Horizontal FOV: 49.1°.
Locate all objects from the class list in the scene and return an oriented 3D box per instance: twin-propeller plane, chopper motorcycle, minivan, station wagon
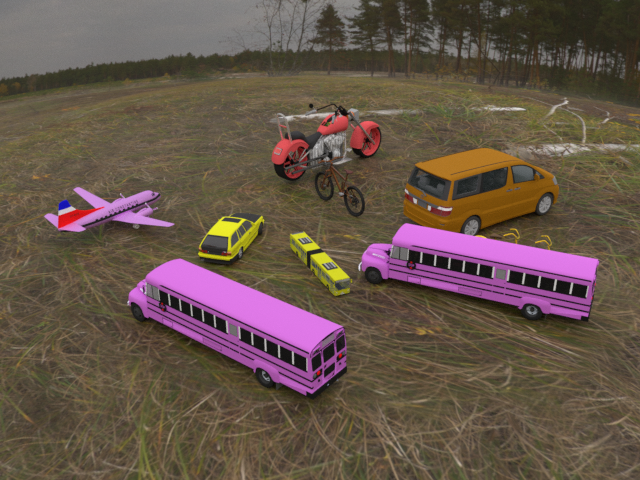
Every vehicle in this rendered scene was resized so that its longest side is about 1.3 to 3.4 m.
[{"bbox_3d":[-3.589,-0.586,12.070,2.663,0.792,2.129,19,32,33],"label":"twin-propeller plane"},{"bbox_3d":[0.215,-2.167,14.502,3.040,1.480,0.906,-24,35,-39],"label":"chopper motorcycle"},{"bbox_3d":[2.929,-0.952,12.356,3.011,1.197,1.324,-16,31,-30],"label":"minivan"},{"bbox_3d":[-1.427,-0.132,11.509,0.682,0.473,1.597,7,27,14],"label":"station wagon"}]

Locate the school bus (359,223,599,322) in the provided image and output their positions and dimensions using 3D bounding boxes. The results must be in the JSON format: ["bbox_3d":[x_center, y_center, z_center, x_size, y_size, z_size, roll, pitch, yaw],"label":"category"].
[{"bbox_3d":[2.166,0.410,9.990,3.322,0.844,0.709,12,29,22],"label":"school bus"}]

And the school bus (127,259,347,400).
[{"bbox_3d":[-1.189,0.989,8.815,3.322,0.844,0.709,19,32,33],"label":"school bus"}]

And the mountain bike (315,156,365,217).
[{"bbox_3d":[0.349,-0.998,12.821,0.573,0.868,1.469,-18,31,-32],"label":"mountain bike"}]

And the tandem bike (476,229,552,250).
[{"bbox_3d":[3.006,0.172,10.657,1.642,0.682,0.283,18,32,33],"label":"tandem bike"}]

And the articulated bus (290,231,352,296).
[{"bbox_3d":[-0.026,0.337,10.767,0.311,0.289,1.749,-11,28,-22],"label":"articulated bus"}]
